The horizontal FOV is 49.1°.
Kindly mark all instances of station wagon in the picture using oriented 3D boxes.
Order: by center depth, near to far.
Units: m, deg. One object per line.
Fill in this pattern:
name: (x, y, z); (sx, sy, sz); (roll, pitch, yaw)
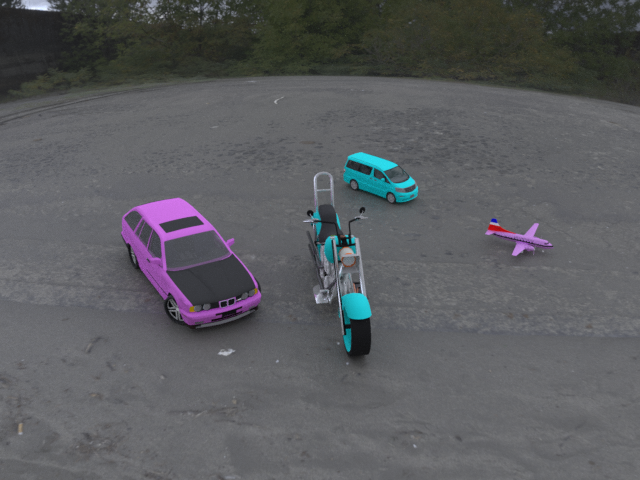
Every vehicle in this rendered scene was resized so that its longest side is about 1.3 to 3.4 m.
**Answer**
station wagon: (-1.975, 0.196, 10.304); (1.327, 0.920, 3.105); (-15, 30, -27)

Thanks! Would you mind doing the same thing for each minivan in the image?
minivan: (1.172, -1.206, 13.483); (1.548, 0.616, 0.681); (24, 35, 39)

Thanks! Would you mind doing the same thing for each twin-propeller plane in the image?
twin-propeller plane: (3.268, -0.069, 11.418); (1.095, 0.407, 1.370); (15, 30, 27)

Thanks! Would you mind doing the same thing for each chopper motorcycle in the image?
chopper motorcycle: (0.256, 0.239, 9.585); (0.906, 1.480, 3.040); (-4, 27, -8)
